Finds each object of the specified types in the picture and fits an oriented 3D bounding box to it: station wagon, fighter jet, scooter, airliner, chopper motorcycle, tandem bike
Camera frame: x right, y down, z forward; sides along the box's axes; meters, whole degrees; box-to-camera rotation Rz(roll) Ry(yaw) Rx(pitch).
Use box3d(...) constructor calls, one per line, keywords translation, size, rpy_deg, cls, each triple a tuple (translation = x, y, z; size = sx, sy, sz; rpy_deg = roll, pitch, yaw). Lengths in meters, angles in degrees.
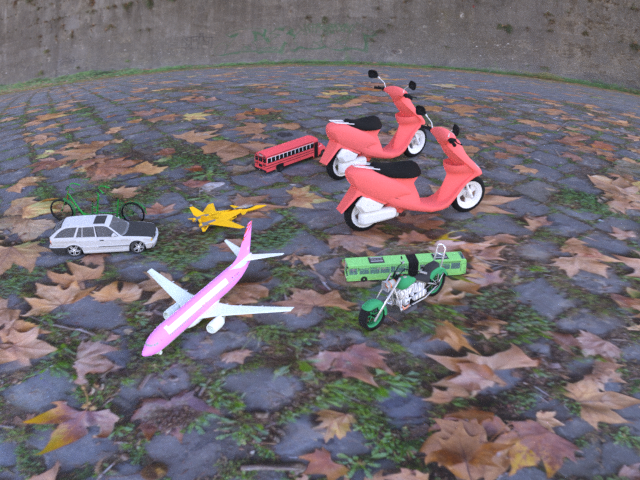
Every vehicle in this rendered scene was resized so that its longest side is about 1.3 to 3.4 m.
box3d(translation=(-3.309, -0.110, 10.767), size=(1.597, 0.473, 0.682), rpy_deg=(-3, 27, -6), cls="station wagon")
box3d(translation=(-1.484, -0.502, 11.729), size=(1.358, 0.286, 1.147), rpy_deg=(-17, 32, -30), cls="fighter jet")
box3d(translation=(1.112, -2.212, 13.404), size=(2.721, 1.786, 1.288), rpy_deg=(-20, 33, -34), cls="scooter")
box3d(translation=(1.551, -1.108, 11.268), size=(2.721, 1.786, 1.288), rpy_deg=(-11, 29, -20), cls="scooter")
box3d(translation=(-1.490, 0.601, 8.997), size=(2.257, 0.835, 2.541), rpy_deg=(13, 30, 23), cls="airliner")
box3d(translation=(1.102, 0.600, 9.081), size=(1.563, 0.761, 0.466), rpy_deg=(-22, 35, -36), cls="chopper motorcycle")
box3d(translation=(-3.649, -0.585, 11.458), size=(1.642, 0.682, 0.283), rpy_deg=(3, 27, 5), cls="tandem bike")

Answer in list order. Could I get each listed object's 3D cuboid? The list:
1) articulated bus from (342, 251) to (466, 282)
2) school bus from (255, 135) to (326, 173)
box3d(translation=(1.209, 0.378, 10.025), size=(1.749, 0.289, 0.311), rpy_deg=(-3, 28, -6), cls="articulated bus")
box3d(translation=(-0.552, -1.731, 13.946), size=(0.365, 0.434, 1.708), rpy_deg=(24, 36, 38), cls="school bus")
